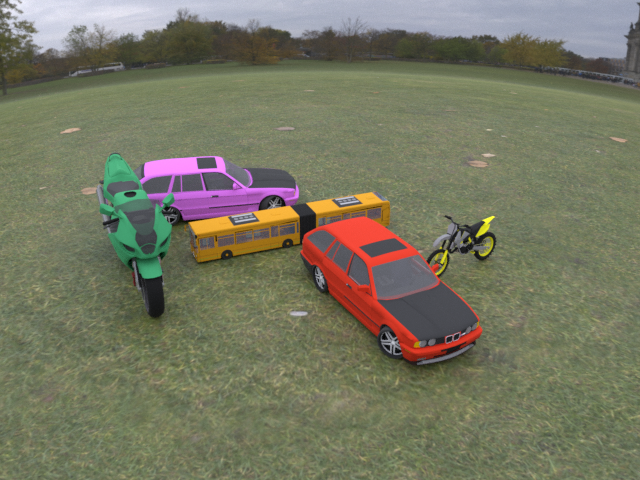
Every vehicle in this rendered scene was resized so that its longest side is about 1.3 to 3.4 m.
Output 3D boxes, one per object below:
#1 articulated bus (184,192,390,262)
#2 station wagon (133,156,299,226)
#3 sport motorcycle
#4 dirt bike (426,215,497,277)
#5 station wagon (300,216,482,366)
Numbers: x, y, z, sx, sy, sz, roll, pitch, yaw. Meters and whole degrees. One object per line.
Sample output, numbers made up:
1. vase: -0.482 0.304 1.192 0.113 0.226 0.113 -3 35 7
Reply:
1. articulated bus: -0.464 -0.242 11.492 3.401 0.561 0.605 -11 28 -20
2. station wagon: -1.928 -0.964 12.532 3.105 0.920 1.327 -5 27 -11
3. sport motorcycle: -2.687 -0.144 10.138 0.983 1.596 2.955 -11 29 -20
4. dirt bike: 2.161 0.055 10.568 1.493 0.857 0.527 -18 32 -31
5. station wagon: 0.884 0.527 9.554 1.327 0.920 3.105 -13 30 -25
